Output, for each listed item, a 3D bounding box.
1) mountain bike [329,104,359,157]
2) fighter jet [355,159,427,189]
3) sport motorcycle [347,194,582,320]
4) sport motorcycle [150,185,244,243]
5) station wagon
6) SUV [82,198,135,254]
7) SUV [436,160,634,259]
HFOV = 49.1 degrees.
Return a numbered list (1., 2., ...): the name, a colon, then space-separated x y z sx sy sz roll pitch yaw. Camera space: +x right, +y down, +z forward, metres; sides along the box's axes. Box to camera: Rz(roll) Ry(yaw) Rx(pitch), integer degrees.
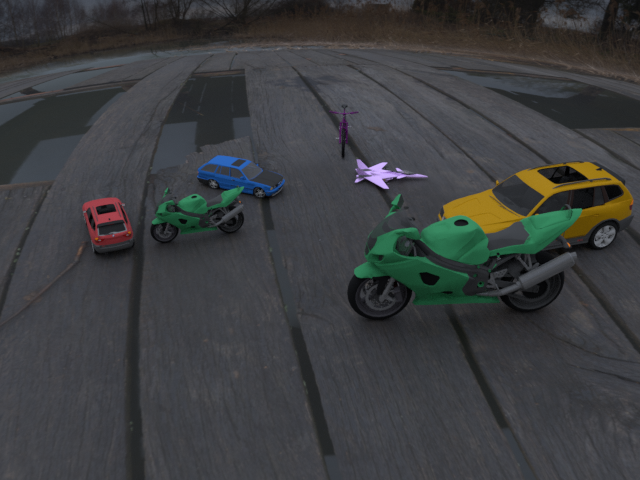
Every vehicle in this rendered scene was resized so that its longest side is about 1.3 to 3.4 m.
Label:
1. mountain bike: 0.483 -2.275 14.146 0.573 0.868 1.469 2 30 3
2. fighter jet: 1.330 -1.267 12.995 1.358 0.286 1.147 2 30 3
3. sport motorcycle: 1.825 0.293 9.023 2.955 1.596 0.983 -3 30 -5
4. sport motorcycle: -1.916 -0.408 10.994 1.520 0.821 0.506 -9 32 -16
5. station wagon: -1.424 -1.179 12.658 1.597 0.473 0.682 12 32 20
6. SUV: -3.377 -0.327 11.092 0.656 0.580 1.572 -12 32 -20
7. SUV: 3.334 -0.479 10.810 3.058 1.128 1.276 -9 32 -15
